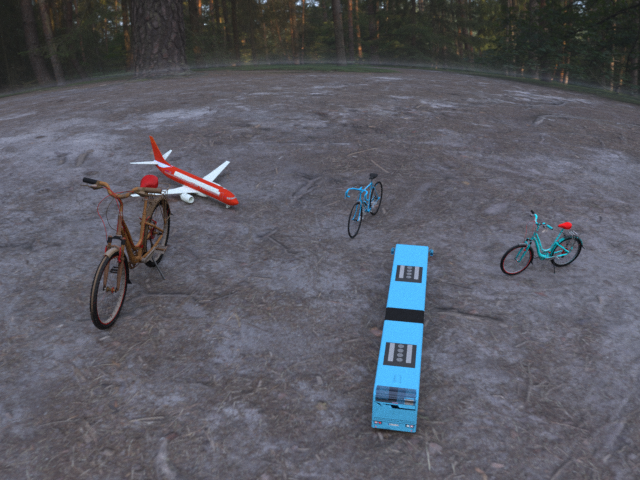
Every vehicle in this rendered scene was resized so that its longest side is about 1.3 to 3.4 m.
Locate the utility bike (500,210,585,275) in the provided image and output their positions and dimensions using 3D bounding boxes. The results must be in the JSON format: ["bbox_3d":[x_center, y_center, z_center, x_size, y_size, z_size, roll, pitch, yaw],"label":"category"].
[{"bbox_3d":[3.323,0.072,10.228,1.435,0.946,0.535,-9,29,-16],"label":"utility bike"}]

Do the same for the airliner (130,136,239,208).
[{"bbox_3d":[-2.363,-1.242,12.856,2.541,0.835,2.257,23,35,37],"label":"airliner"}]

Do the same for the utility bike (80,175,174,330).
[{"bbox_3d":[-2.465,-0.099,9.593,1.039,1.839,2.791,4,28,8],"label":"utility bike"}]

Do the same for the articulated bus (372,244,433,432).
[{"bbox_3d":[1.062,1.049,8.778,0.605,0.561,3.401,4,28,8],"label":"articulated bus"}]

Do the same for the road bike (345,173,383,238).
[{"bbox_3d":[0.773,-0.635,11.680,0.358,0.852,1.545,12,30,22],"label":"road bike"}]
